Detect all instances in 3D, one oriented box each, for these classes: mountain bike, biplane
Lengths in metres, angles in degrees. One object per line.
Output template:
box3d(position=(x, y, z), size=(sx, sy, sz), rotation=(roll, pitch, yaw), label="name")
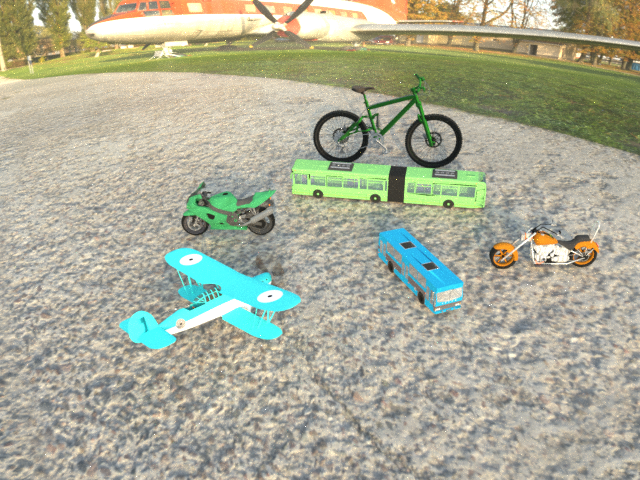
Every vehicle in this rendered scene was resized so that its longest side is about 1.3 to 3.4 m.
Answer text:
box3d(position=(1.283, -2.188, 13.272), size=(2.857, 1.688, 1.114), rotation=(3, 29, 6), label="mountain bike")
box3d(position=(-1.392, 0.794, 8.609), size=(2.120, 0.981, 2.598), rotation=(-23, 37, -36), label="biplane")

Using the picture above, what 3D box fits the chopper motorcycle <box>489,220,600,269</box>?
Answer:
box3d(position=(3.269, 0.068, 10.150), size=(1.563, 0.761, 0.466), rotation=(0, 29, 0), label="chopper motorcycle")

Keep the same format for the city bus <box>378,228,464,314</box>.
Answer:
box3d(position=(1.373, 0.419, 9.827), size=(0.476, 0.460, 1.674), rotation=(-11, 31, -20), label="city bus")

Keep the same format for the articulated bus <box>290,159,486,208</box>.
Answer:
box3d(position=(1.164, -0.993, 12.275), size=(3.401, 0.561, 0.605), rotation=(5, 29, 9), label="articulated bus")

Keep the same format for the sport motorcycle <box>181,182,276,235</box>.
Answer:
box3d(position=(-1.439, -0.450, 11.024), size=(1.520, 0.821, 0.506), rotation=(-1, 29, -1), label="sport motorcycle")
